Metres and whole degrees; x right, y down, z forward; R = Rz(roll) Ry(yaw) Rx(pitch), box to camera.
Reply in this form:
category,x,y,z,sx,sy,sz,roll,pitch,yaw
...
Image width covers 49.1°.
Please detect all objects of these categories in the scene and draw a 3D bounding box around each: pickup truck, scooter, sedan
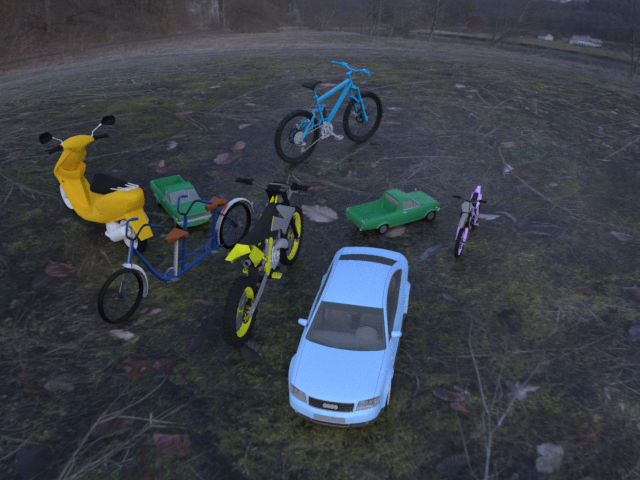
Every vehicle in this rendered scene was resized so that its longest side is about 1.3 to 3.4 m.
category,x,y,z,sx,sy,sz,roll,pitch,yaw
pickup truck,-2.428,-0.729,12.085,0.640,0.511,1.603,-16,33,-25
scooter,-3.551,-0.914,11.125,2.721,1.786,1.288,26,39,38
sedan,0.431,0.983,8.670,1.235,0.940,3.137,6,30,11
pickup truck,1.233,-0.532,11.741,1.603,0.511,0.640,-15,33,-24

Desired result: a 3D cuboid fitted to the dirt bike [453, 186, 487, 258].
category,x,y,z,sx,sy,sz,roll,pitch,yaw
dirt bike,2.362,-0.349,11.074,0.527,0.857,1.493,12,32,20

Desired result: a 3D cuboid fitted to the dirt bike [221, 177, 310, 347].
category,x,y,z,sx,sy,sz,roll,pitch,yaw
dirt bike,-0.730,0.092,9.493,1.024,1.666,2.903,8,31,14

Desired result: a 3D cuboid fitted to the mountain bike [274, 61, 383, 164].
category,x,y,z,sx,sy,sz,roll,pitch,yaw
mountain bike,0.234,-2.566,14.104,2.857,1.688,1.114,-23,37,-34

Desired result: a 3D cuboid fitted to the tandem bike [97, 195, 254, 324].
category,x,y,z,sx,sy,sz,roll,pitch,yaw
tandem bike,-1.953,0.008,9.982,0.550,1.326,3.192,18,35,29
